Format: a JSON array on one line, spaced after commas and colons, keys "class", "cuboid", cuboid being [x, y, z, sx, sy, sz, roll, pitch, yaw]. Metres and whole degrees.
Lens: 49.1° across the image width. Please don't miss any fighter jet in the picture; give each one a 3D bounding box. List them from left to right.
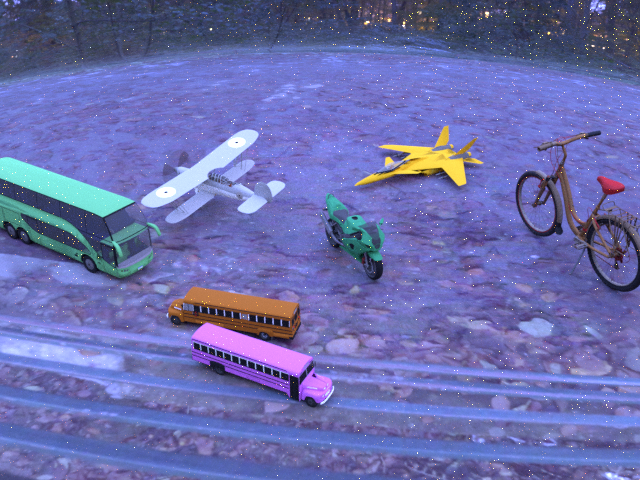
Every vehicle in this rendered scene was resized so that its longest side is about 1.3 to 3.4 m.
[{"class": "fighter jet", "cuboid": [1.686, -1.473, 12.854, 2.640, 0.557, 2.229, -19, 34, -30]}]

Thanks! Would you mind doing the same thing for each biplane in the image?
[{"class": "biplane", "cuboid": [-1.629, -0.873, 11.351, 2.120, 0.981, 2.598, 18, 34, 29]}]

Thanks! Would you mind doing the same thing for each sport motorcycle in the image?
[{"class": "sport motorcycle", "cuboid": [0.476, -0.060, 10.068, 0.506, 0.821, 1.520, -15, 33, -24]}]

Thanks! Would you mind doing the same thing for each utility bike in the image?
[{"class": "utility bike", "cuboid": [3.563, -0.480, 9.775, 1.039, 1.839, 2.791, -12, 31, -20]}]

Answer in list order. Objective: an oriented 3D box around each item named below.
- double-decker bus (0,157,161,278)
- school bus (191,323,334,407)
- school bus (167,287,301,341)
[{"class": "double-decker bus", "cuboid": [-3.791, -0.354, 10.354, 3.251, 1.052, 0.756, 18, 34, 29]}, {"class": "school bus", "cuboid": [-0.655, 1.392, 7.876, 1.708, 0.434, 0.365, 14, 32, 23]}, {"class": "school bus", "cuboid": [-1.101, 0.905, 8.744, 1.708, 0.434, 0.365, 8, 30, 13]}]
